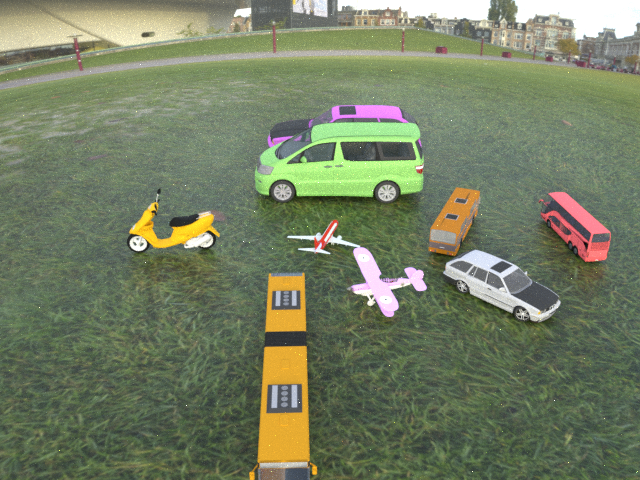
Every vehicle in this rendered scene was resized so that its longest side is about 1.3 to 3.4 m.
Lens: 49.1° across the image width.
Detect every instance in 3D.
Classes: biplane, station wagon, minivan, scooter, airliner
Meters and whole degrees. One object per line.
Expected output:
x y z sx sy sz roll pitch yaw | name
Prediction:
0.887 0.607 9.418 1.090 0.504 1.336 -8 29 -14 | biplane
2.465 0.576 9.510 0.682 0.473 1.597 -24 36 -37 | station wagon
0.333 -1.430 12.512 3.011 1.197 1.324 1 28 1 | minivan
-2.241 -0.246 10.582 1.399 0.919 0.662 -3 28 -6 | scooter
0.093 -0.124 10.874 1.161 0.429 1.307 8 29 14 | airliner
0.484 -2.213 14.280 3.105 0.920 1.327 0 28 0 | station wagon

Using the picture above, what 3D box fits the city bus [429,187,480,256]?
2.159 -0.296 11.163 0.476 0.460 1.674 11 30 20 | city bus

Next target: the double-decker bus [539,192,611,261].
3.968 -0.248 10.987 0.389 0.541 1.672 -4 28 -8 | double-decker bus

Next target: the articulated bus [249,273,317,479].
-0.384 1.425 7.820 0.605 0.561 3.401 -1 28 -2 | articulated bus
